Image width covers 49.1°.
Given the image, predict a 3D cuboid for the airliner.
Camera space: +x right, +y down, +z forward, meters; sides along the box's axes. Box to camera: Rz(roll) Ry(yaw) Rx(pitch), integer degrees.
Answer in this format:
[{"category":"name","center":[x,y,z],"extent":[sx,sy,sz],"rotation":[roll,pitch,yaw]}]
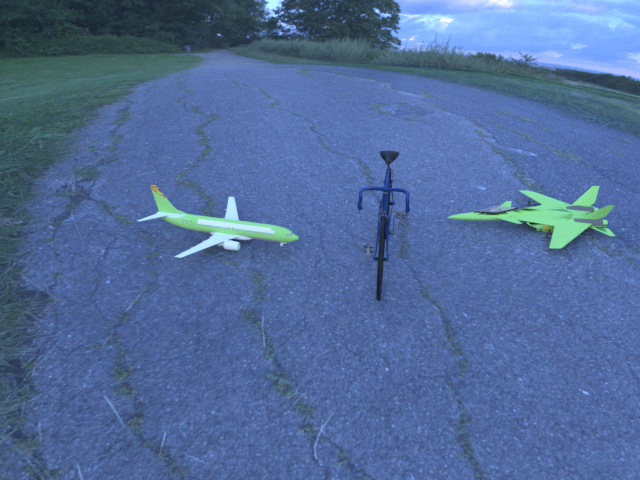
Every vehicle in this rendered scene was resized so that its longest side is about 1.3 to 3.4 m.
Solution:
[{"category":"airliner","center":[-1.563,-0.382,11.244],"extent":[2.541,0.835,2.257],"rotation":[7,29,13]}]

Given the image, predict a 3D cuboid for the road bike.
[{"category":"road bike","center":[0.967,-0.383,10.364],"extent":[0.696,1.656,3.004],"rotation":[4,28,7]}]

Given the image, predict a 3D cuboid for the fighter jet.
[{"category":"fighter jet","center":[3.491,-0.513,11.792],"extent":[2.640,0.557,2.229],"rotation":[1,28,2]}]
